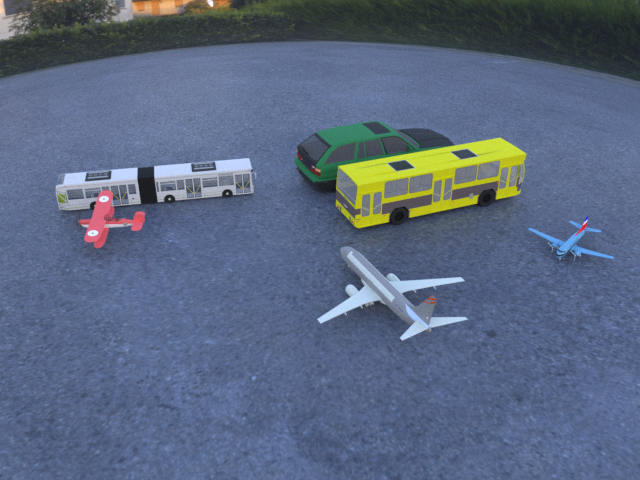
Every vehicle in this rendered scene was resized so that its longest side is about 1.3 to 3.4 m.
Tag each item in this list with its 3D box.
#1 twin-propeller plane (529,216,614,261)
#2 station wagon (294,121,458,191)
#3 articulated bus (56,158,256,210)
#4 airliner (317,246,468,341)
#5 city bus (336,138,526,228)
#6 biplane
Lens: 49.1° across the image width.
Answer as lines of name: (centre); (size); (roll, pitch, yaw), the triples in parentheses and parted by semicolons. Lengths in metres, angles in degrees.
twin-propeller plane: (3.939, -0.020, 10.909); (1.370, 0.407, 1.095); (24, 38, 34)
station wagon: (1.108, -1.712, 13.236); (3.105, 0.920, 1.327); (-13, 33, -20)
articulated bus: (-2.850, -0.987, 12.375); (3.401, 0.561, 0.605); (-6, 31, -10)
airliner: (0.877, 0.510, 9.607); (2.257, 0.835, 2.541); (-14, 34, -22)
city bus: (1.920, -0.973, 12.028); (3.255, 0.894, 0.926); (-12, 33, -19)
biplane: (-3.361, -0.274, 11.239); (1.090, 0.504, 1.336); (-1, 31, -2)
